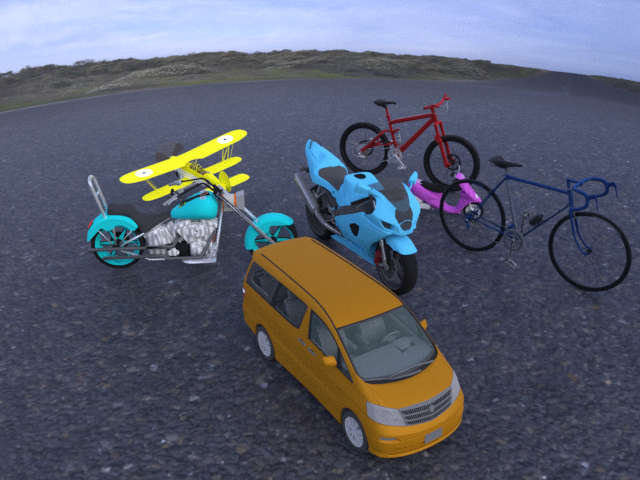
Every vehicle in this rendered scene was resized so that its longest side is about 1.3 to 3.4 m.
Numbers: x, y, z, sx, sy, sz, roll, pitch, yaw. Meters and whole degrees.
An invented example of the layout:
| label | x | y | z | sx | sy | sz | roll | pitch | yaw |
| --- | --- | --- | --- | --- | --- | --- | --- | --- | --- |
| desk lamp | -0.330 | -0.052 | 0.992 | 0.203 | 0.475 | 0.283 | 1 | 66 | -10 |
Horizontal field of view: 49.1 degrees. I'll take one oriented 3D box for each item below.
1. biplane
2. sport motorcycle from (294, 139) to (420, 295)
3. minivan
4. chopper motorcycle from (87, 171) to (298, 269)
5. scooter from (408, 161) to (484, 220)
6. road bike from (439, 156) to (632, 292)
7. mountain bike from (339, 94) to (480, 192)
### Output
| label | x | y | z | sx | sy | sz | roll | pitch | yaw |
| --- | --- | --- | --- | --- | --- | --- | --- | --- | --- |
| biplane | -2.227 | -1.183 | 12.622 | 2.598 | 0.981 | 2.120 | -20 | 32 | -36 |
| sport motorcycle | 0.537 | -0.401 | 10.262 | 0.983 | 1.596 | 2.955 | -13 | 28 | -26 |
| minivan | 0.268 | 1.044 | 7.689 | 1.324 | 1.197 | 3.011 | -15 | 30 | -29 |
| chopper motorcycle | -1.839 | -0.281 | 10.146 | 3.040 | 1.480 | 0.906 | -3 | 26 | -5 |
| scooter | 2.126 | -0.844 | 11.980 | 1.399 | 0.919 | 0.662 | 10 | 27 | 19 |
| road bike | 2.995 | -0.328 | 10.039 | 3.004 | 1.656 | 0.696 | 22 | 33 | 38 |
| mountain bike | 1.657 | -1.871 | 13.244 | 2.857 | 1.688 | 1.114 | 13 | 28 | 25 |
